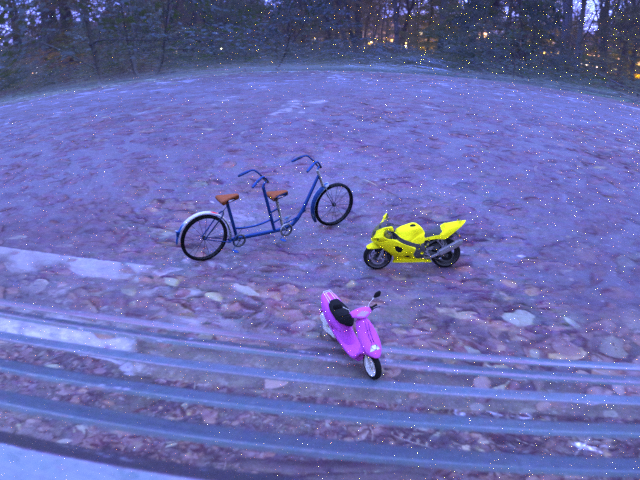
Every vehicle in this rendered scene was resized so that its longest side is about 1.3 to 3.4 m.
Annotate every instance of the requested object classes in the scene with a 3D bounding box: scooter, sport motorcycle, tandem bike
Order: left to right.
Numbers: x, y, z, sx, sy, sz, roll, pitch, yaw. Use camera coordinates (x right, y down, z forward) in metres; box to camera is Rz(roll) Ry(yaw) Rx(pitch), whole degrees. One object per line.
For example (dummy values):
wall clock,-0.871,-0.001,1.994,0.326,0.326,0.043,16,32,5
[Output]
tandem bike,-0.805,-0.549,11.152,3.192,1.326,0.550,-16,31,-27
scooter,0.366,1.018,8.578,0.662,0.919,1.399,-14,31,-25
sport motorcycle,1.412,0.053,10.541,1.520,0.821,0.506,-2,28,-4
